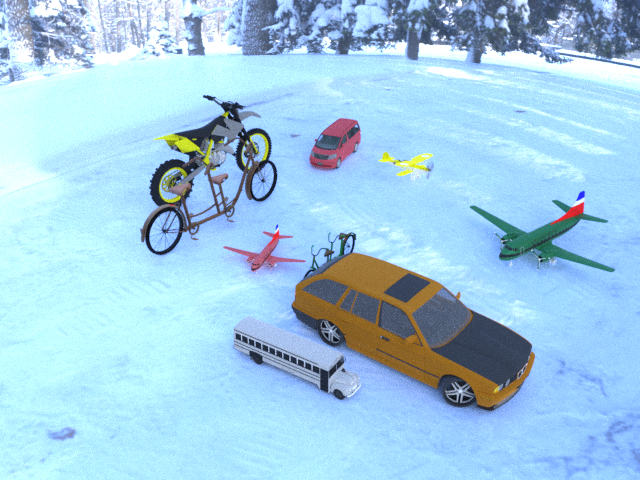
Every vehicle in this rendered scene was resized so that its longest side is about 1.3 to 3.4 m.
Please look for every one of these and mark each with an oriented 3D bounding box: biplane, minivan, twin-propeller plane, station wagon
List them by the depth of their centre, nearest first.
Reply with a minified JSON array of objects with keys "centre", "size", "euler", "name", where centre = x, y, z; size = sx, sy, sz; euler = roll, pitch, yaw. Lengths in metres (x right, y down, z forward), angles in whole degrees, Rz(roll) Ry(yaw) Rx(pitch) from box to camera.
[{"centre":[1.127,0.993,8.773],"size":[3.105,0.920,1.327],"euler":[21,36,33],"name":"station wagon"},{"centre":[-0.830,0.145,10.810],"size":[1.370,0.407,1.095],"euler":[10,31,16],"name":"twin-propeller plane"},{"centre":[3.525,-0.172,10.982],"size":[2.129,0.792,2.663],"euler":[-21,36,-33],"name":"twin-propeller plane"},{"centre":[1.684,-1.460,13.574],"size":[1.090,0.504,1.336],"euler":[19,34,30],"name":"biplane"},{"centre":[0.323,-1.993,14.412],"size":[0.681,0.616,1.548],"euler":[13,32,21],"name":"minivan"}]

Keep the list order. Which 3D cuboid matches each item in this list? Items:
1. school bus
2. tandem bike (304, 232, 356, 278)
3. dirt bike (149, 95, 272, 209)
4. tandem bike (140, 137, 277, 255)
[{"centre":[-0.287,1.417,8.514],"size":[1.708,0.434,0.365],"euler":[18,34,28],"name":"school bus"},{"centre":[0.153,0.226,10.385],"size":[0.283,0.682,1.642],"euler":[16,33,26],"name":"tandem bike"},{"centre":[-1.950,-1.681,12.780],"size":[1.024,1.666,2.903],"euler":[23,37,35],"name":"dirt bike"},{"centre":[-1.749,-0.823,11.598],"size":[0.550,1.326,3.192],"euler":[20,35,31],"name":"tandem bike"}]
